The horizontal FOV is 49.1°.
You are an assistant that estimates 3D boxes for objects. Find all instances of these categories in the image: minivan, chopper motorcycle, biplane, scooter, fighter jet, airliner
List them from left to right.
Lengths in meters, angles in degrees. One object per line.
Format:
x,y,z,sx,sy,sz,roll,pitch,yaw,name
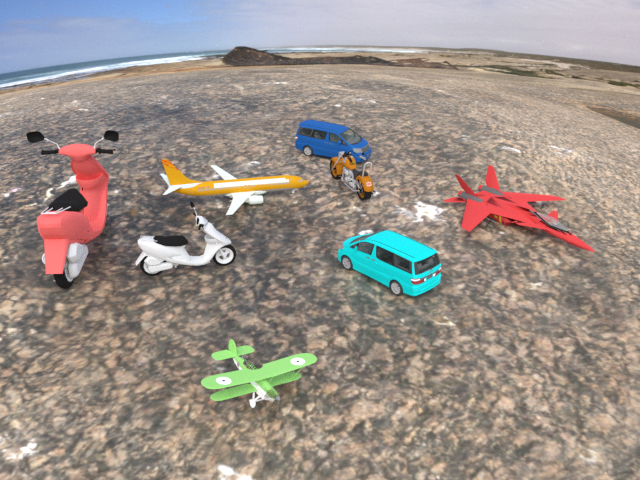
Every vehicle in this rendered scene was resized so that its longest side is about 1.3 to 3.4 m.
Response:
-3.472,-0.596,9.980,1.288,1.786,2.721,-1,27,-2,scooter
-1.871,0.022,9.720,1.399,0.919,0.662,-8,28,-15,scooter
-1.432,-1.089,12.011,2.541,0.835,2.257,-6,28,-13,airliner
-0.695,1.412,7.427,1.336,0.504,1.090,-17,32,-31,biplane
0.272,-1.976,14.009,1.548,0.616,0.681,15,30,27,minivan
0.541,-1.249,12.410,0.466,0.761,1.563,-11,29,-20,chopper motorcycle
0.924,0.231,9.642,0.681,0.616,1.548,-22,34,-37,minivan
3.285,-0.480,11.114,2.229,0.557,2.640,-16,31,-29,fighter jet
